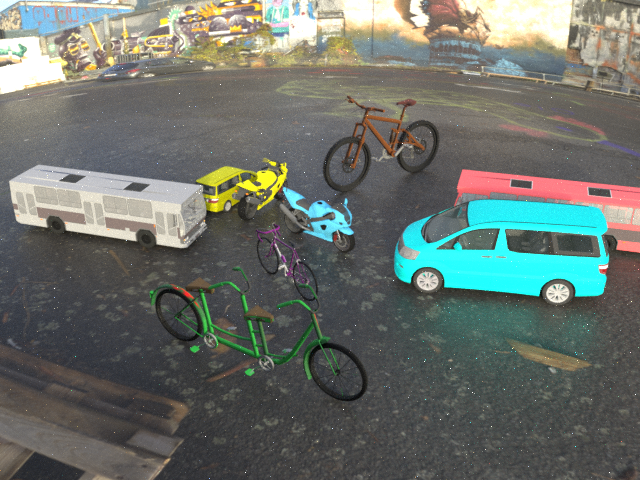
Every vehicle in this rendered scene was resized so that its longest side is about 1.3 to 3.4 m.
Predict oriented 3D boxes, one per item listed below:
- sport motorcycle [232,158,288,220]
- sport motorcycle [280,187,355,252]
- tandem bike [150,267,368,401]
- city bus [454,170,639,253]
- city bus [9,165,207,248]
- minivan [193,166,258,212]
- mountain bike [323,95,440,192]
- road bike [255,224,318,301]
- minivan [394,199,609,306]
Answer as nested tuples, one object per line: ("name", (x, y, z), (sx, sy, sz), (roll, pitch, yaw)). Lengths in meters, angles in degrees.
("sport motorcycle", (-1.025, -0.931, 12.645), (0.506, 0.821, 1.520), (15, 31, 27))
("sport motorcycle", (-0.029, -0.341, 11.516), (1.520, 0.821, 0.506), (22, 34, 35))
("tandem bike", (-0.843, 0.991, 8.420), (3.192, 1.326, 0.550), (15, 31, 27))
("city bus", (3.908, -0.457, 11.660), (3.255, 0.894, 0.926), (8, 29, 14))
("city bus", (-3.575, -0.555, 11.846), (3.255, 0.894, 0.926), (8, 29, 15))
("minivan", (-1.688, -1.025, 13.048), (0.681, 0.616, 1.548), (16, 31, 27))
("mountain bike", (1.253, -1.936, 13.633), (2.857, 1.688, 1.114), (-17, 32, -30))
("road bike", (-0.501, 0.303, 10.251), (0.358, 0.852, 1.545), (-20, 33, -33))
("minivan", (2.621, 0.083, 10.298), (3.011, 1.197, 1.324), (5, 28, 9))
